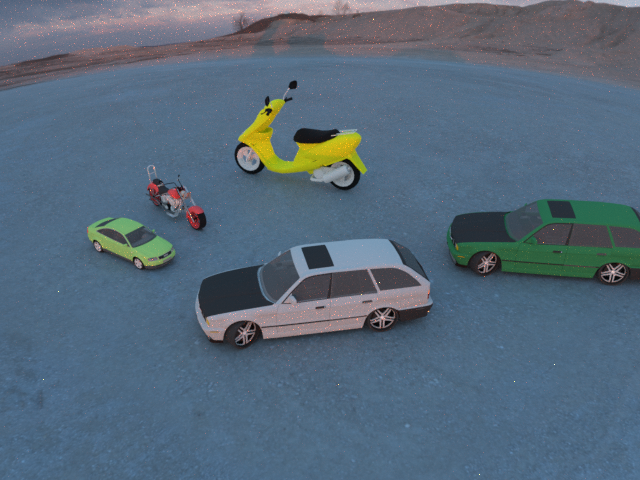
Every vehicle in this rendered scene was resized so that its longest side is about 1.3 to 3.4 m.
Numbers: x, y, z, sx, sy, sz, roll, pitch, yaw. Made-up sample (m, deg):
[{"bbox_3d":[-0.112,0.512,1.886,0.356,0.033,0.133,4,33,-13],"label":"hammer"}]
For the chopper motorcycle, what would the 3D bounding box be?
[{"bbox_3d":[-2.473,-0.732,11.949,0.466,0.761,1.563,-25,38,-38],"label":"chopper motorcycle"}]

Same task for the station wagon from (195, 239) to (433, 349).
[{"bbox_3d":[-0.104,0.613,9.330,3.105,0.920,1.327,-6,29,-10],"label":"station wagon"}]

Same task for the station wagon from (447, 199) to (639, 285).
[{"bbox_3d":[3.497,-0.069,10.575,3.105,0.920,1.327,4,29,7],"label":"station wagon"}]

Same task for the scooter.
[{"bbox_3d":[-0.419,-1.907,13.028,2.721,1.786,1.288,11,31,20],"label":"scooter"}]

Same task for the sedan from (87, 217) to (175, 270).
[{"bbox_3d":[-2.955,-0.010,10.921,1.613,0.483,0.635,19,34,30],"label":"sedan"}]
